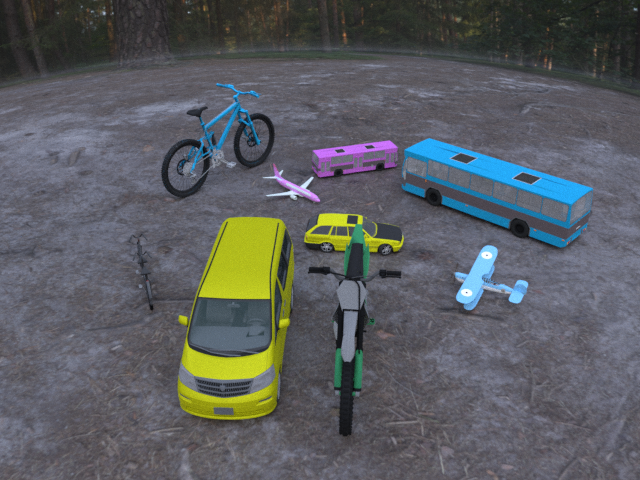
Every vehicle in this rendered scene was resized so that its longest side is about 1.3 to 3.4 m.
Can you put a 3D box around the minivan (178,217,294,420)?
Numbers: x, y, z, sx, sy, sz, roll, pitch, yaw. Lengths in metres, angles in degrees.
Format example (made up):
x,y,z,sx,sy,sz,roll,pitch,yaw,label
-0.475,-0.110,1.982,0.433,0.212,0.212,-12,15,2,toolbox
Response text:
x,y,z,sx,sy,sz,roll,pitch,yaw,label
-0.985,0.869,8.864,1.324,1.197,3.011,1,30,3,minivan

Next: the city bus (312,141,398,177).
x,y,z,sx,sy,sz,roll,pitch,yaw,label
0.695,-1.593,13.890,1.674,0.460,0.476,-9,31,-16,city bus

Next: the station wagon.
x,y,z,sx,sy,sz,roll,pitch,yaw,label
0.556,-0.126,11.322,1.597,0.473,0.682,3,30,5,station wagon

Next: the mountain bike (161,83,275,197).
x,y,z,sx,sy,sz,roll,pitch,yaw,label
-1.866,-1.905,13.201,1.114,1.688,2.857,23,37,34,mountain bike

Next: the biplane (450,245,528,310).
x,y,z,sx,sy,sz,roll,pitch,yaw,label
2.385,0.637,9.963,1.090,0.504,1.336,15,33,25,biplane

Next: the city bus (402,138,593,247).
x,y,z,sx,sy,sz,roll,pitch,yaw,label
2.960,-0.846,12.154,3.255,0.894,0.926,25,38,36,city bus

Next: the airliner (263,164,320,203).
x,y,z,sx,sy,sz,roll,pitch,yaw,label
-0.454,-1.036,12.951,1.161,0.429,1.307,-26,39,-37,airliner

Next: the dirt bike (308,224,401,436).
x,y,z,sx,sy,sz,roll,pitch,yaw,label
0.410,0.879,8.377,1.024,1.666,2.903,3,30,5,dirt bike

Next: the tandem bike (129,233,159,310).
x,y,z,sx,sy,sz,roll,pitch,yaw,label
-2.576,0.392,10.211,0.283,0.682,1.642,-10,31,-16,tandem bike
